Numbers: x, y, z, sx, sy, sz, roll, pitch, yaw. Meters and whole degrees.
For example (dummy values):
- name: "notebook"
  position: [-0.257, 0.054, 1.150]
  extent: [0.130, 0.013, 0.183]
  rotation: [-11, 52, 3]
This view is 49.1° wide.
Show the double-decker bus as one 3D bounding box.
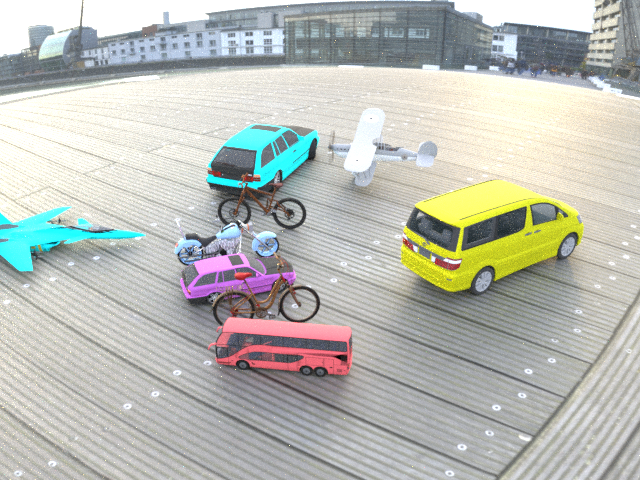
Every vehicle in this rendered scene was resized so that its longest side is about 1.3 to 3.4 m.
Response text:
- name: "double-decker bus"
  position: [-0.454, 1.251, 8.237]
  extent: [1.672, 0.541, 0.389]
  rotation: [4, 27, 7]

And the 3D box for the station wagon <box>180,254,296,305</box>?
- name: "station wagon"
  position: [-1.135, 0.477, 9.818]
  extent: [1.597, 0.473, 0.682]
  rotation: [-10, 29, -18]

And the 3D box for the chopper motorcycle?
- name: "chopper motorcycle"
  position: [-1.387, -0.015, 10.461]
  extent: [1.563, 0.761, 0.466]
  rotation: [-8, 28, -14]

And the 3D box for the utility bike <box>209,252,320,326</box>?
- name: "utility bike"
  position: [-0.715, 0.660, 8.944]
  extent: [1.435, 0.946, 0.535]
  rotation: [-4, 27, -8]

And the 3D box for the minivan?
- name: "minivan"
  position: [2.641, -0.199, 10.342]
  extent: [3.011, 1.197, 1.324]
  rotation: [-18, 32, -30]

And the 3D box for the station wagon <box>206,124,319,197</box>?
- name: "station wagon"
  position: [-1.020, -1.782, 13.728]
  extent: [1.327, 0.920, 3.105]
  rotation: [10, 29, 19]

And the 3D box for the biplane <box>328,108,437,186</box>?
- name: "biplane"
  position: [1.176, -1.669, 13.443]
  extent: [2.120, 0.981, 2.598]
  rotation: [6, 28, 11]

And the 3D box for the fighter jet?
- name: "fighter jet"
  position: [-4.098, -0.190, 11.026]
  extent: [2.640, 0.557, 2.229]
  rotation: [-2, 27, -3]

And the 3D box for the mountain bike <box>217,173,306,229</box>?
- name: "mountain bike"
  position: [-0.956, -0.584, 11.453]
  extent: [1.469, 0.868, 0.573]
  rotation: [1, 27, 3]
